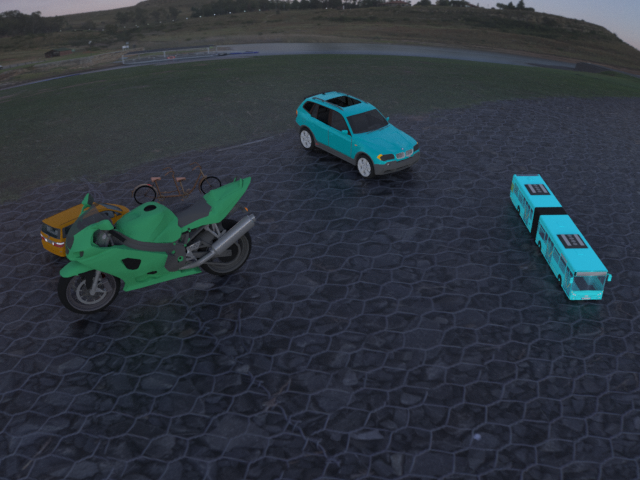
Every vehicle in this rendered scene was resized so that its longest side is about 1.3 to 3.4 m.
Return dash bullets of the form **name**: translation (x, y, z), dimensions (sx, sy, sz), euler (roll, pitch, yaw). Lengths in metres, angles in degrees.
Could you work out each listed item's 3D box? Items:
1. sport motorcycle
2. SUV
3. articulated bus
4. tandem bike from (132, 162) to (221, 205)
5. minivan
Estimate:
- **sport motorcycle**: translation (-2.293, 0.055, 9.996), dimensions (2.955, 1.596, 0.983), euler (-16, 34, -26)
- **SUV**: translation (0.716, -2.270, 14.536), dimensions (1.276, 1.128, 3.058), euler (-21, 36, -33)
- **articulated bus**: translation (3.791, -0.159, 11.414), dimensions (0.605, 0.561, 3.401), euler (-1, 30, -1)
- **tandem bike**: translation (-2.625, -1.027, 12.811), dimensions (1.642, 0.682, 0.283), euler (-10, 31, -16)
- **minivan**: translation (-3.803, -0.272, 11.556), dimensions (0.681, 0.616, 1.548), euler (21, 36, 32)
